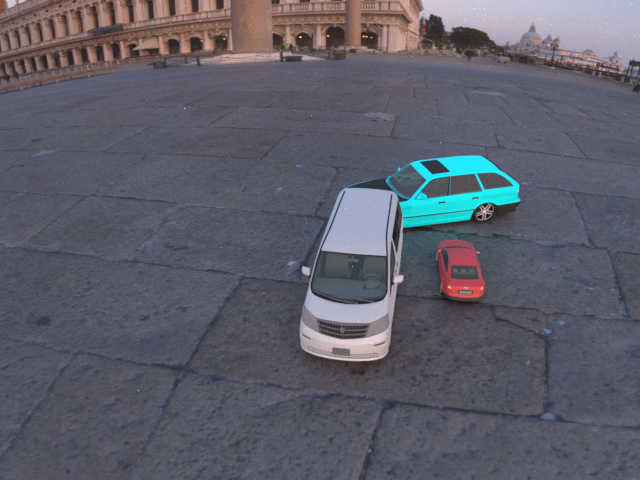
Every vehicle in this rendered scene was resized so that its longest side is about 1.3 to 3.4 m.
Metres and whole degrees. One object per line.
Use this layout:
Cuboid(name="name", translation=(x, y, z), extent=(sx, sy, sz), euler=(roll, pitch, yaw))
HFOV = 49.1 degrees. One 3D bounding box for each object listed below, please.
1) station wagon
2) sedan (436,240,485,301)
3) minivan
Cuboid(name="station wagon", translation=(1.902, -0.860, 12.236), extent=(3.105, 0.920, 1.327), euler=(-7, 29, -13))
Cuboid(name="sedan", translation=(2.081, 0.362, 10.430), extent=(0.635, 0.483, 1.613), euler=(2, 28, 4))
Cuboid(name="minivan", translation=(0.511, 0.379, 9.647), extent=(1.324, 1.197, 3.011), euler=(5, 29, 9))
